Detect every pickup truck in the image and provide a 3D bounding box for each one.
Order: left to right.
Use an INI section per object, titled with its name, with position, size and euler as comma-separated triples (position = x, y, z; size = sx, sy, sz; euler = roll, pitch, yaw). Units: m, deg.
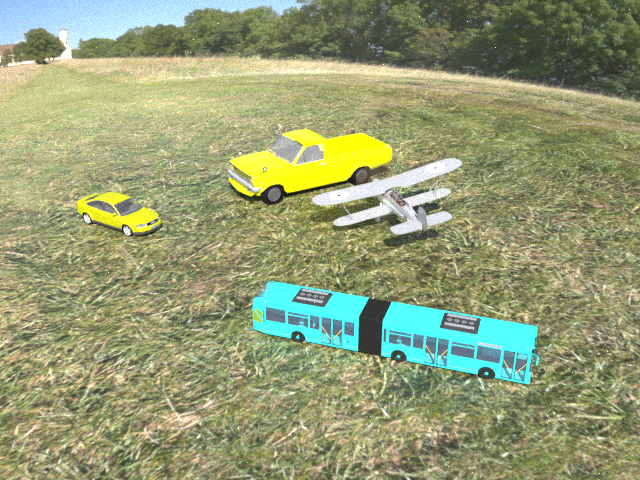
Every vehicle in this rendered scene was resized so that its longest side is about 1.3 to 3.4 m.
[pickup truck]
position = -0.161, -1.535, 13.251
size = 3.117, 0.993, 1.244
euler = -15, 29, -27

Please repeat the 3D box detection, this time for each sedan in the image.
[sedan]
position = -3.360, -0.486, 11.672
size = 1.613, 0.483, 0.635
euler = 15, 30, 28

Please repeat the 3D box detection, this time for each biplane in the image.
[biplane]
position = 1.220, -0.580, 11.296
size = 2.598, 0.981, 2.120
euler = -9, 27, -17

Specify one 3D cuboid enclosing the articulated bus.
[articulated bus]
position = 0.845, 1.073, 8.369
size = 3.401, 0.561, 0.605
euler = 8, 27, 17
